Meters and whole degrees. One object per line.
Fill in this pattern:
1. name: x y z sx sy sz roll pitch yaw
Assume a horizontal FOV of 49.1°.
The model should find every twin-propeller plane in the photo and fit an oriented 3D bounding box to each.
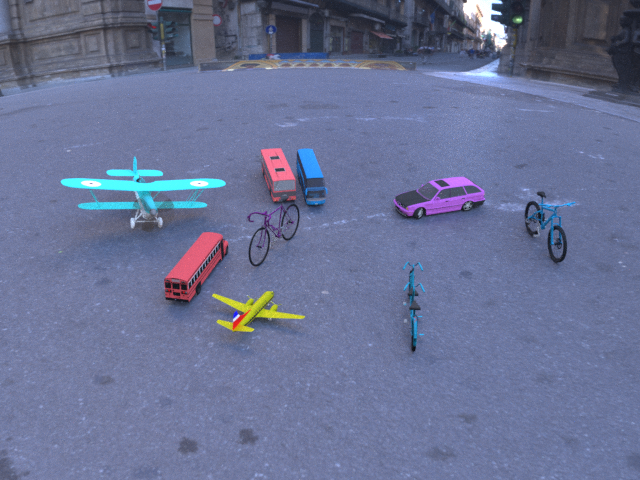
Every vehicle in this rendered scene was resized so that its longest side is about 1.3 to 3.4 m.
1. twin-propeller plane: -0.862 0.879 9.108 1.370 0.407 1.095 11 29 21

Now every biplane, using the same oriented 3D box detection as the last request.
1. biplane: -2.939 -0.819 11.788 2.598 0.981 2.120 -10 29 -19

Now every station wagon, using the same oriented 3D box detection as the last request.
1. station wagon: 2.083 -0.775 12.258 1.597 0.473 0.682 -9 29 -18

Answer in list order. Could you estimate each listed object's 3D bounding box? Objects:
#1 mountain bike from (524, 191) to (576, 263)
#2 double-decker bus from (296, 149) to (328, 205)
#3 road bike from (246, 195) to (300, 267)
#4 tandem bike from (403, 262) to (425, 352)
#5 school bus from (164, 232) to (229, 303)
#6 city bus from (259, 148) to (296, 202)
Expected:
1. mountain bike: 3.506 -0.283 10.866 0.573 0.868 1.469 -3 27 -7
2. double-decker bus: -0.178 -1.168 12.950 0.389 0.541 1.672 -4 27 -7
3. road bike: -0.686 -0.204 10.730 0.358 0.852 1.545 13 30 24
4. tandem bike: 1.197 0.774 9.011 0.283 0.682 1.642 2 27 4
5. school bus: -1.747 0.331 10.146 0.365 0.434 1.708 6 28 11
6. city bus: -0.796 -1.219 13.139 0.476 0.460 1.674 -5 28 -10
